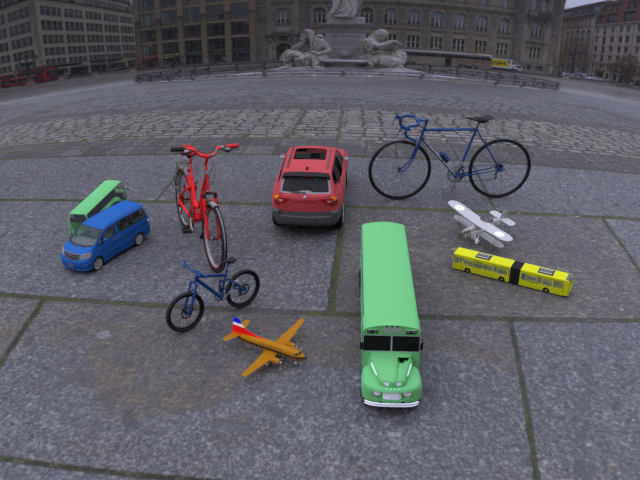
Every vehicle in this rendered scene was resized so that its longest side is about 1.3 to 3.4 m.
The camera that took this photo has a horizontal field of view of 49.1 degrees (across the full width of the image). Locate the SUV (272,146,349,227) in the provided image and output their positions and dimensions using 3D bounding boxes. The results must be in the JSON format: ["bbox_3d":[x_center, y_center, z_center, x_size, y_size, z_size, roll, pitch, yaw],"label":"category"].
[{"bbox_3d":[-0.133,-1.172,12.642,1.276,1.128,3.058,2,27,4],"label":"SUV"}]

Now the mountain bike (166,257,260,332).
[{"bbox_3d":[-1.403,0.663,9.273,1.469,0.868,0.573,-21,34,-36],"label":"mountain bike"}]

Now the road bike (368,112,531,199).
[{"bbox_3d":[2.383,-1.515,12.738,3.004,1.656,0.697,-1,27,-2],"label":"road bike"}]

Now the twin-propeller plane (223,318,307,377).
[{"bbox_3d":[-0.638,1.250,8.616,1.095,0.407,1.370,14,30,26],"label":"twin-propeller plane"}]

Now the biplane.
[{"bbox_3d":[2.711,-0.235,11.469,1.090,0.504,1.336,-18,32,-31],"label":"biplane"}]

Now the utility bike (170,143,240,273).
[{"bbox_3d":[-1.845,-0.751,11.009,1.039,1.839,2.791,-12,29,-22],"label":"utility bike"}]

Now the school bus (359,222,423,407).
[{"bbox_3d":[0.855,0.834,8.958,0.709,0.844,3.322,1,27,2],"label":"school bus"}]

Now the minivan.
[{"bbox_3d":[-3.381,-0.075,11.026,0.681,0.616,1.548,13,29,24],"label":"minivan"}]

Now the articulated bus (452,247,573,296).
[{"bbox_3d":[2.807,0.457,10.329,1.749,0.289,0.311,14,30,27],"label":"articulated bus"}]

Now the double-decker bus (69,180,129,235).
[{"bbox_3d":[-3.782,-0.545,12.047,0.389,0.541,1.672,3,27,7],"label":"double-decker bus"}]
